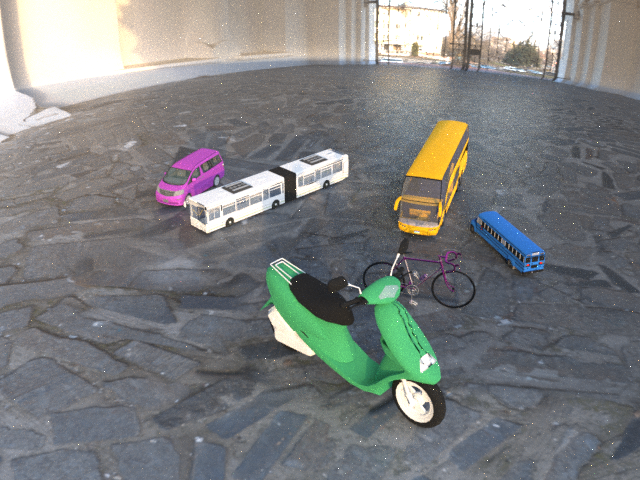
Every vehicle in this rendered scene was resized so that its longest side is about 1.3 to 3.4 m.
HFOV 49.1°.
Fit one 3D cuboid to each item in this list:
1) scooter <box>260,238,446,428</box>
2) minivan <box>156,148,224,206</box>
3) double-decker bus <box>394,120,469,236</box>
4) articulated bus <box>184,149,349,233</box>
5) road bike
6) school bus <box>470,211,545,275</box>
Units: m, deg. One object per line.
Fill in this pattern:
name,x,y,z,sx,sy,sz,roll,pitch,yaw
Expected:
scooter,0.303,0.870,7.821,2.721,1.786,1.288,24,36,37
minivan,-2.389,-1.161,12.878,0.681,0.616,1.548,12,30,22
double-decker bus,2.057,-1.139,12.372,0.756,1.052,3.251,9,29,17
articulated bus,-0.830,-0.935,12.511,3.401,0.561,0.605,-25,37,-38
road bike,1.342,0.501,9.507,1.545,0.852,0.358,7,29,12
school bus,2.876,-0.015,10.919,0.365,0.434,1.708,-8,29,-15
